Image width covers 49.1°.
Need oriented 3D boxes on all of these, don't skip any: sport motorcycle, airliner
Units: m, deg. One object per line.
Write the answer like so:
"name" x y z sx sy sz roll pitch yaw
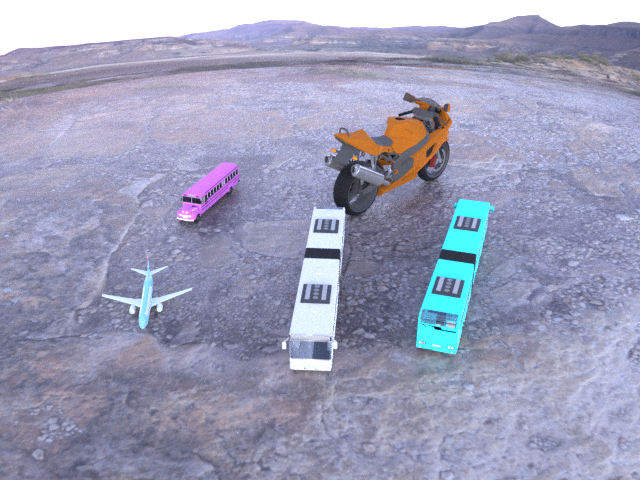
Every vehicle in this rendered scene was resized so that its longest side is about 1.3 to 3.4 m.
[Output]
"sport motorcycle" 1.281 -1.461 11.809 2.955 1.596 0.983 -25 37 -38
"airliner" -2.253 0.669 9.049 1.161 0.429 1.307 -4 28 -7

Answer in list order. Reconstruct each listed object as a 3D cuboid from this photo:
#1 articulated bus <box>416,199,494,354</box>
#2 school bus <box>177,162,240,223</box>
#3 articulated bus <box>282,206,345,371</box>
"articulated bus" 1.874 0.354 9.499 0.605 0.561 3.401 9 29 16
"school bus" -1.882 -0.812 11.826 0.365 0.434 1.708 9 29 17
"articulated bus" 0.014 0.492 9.241 0.605 0.561 3.401 2 28 4
